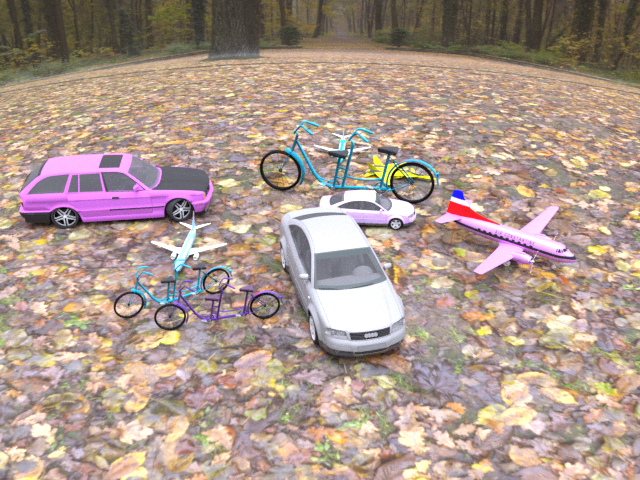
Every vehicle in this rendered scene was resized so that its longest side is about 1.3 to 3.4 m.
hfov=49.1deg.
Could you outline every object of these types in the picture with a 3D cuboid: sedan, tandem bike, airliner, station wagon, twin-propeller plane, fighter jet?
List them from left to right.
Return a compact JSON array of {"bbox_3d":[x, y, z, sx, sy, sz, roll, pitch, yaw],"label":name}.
[{"bbox_3d":[-3.371,-0.912,11.752,3.105,0.920,1.327,-4,29,-7],"label":"station wagon"},{"bbox_3d":[-1.931,0.578,9.272,1.642,0.682,0.283,-15,32,-25],"label":"tandem bike"},{"bbox_3d":[-2.016,0.029,10.540,1.161,0.429,1.307,2,29,3],"label":"airliner"},{"bbox_3d":[-1.283,0.789,8.885,1.642,0.682,0.283,-6,29,-11],"label":"tandem bike"},{"bbox_3d":[0.231,0.361,9.400,1.235,0.940,3.137,-7,29,-12],"label":"sedan"},{"bbox_3d":[0.442,-1.930,14.128,1.161,0.429,1.307,3,29,5],"label":"airliner"},{"bbox_3d":[0.471,-1.340,12.113,3.192,1.326,0.550,6,29,11],"label":"tandem bike"},{"bbox_3d":[0.776,-0.531,11.510,1.613,0.483,0.635,2,29,4],"label":"sedan"},{"bbox_3d":[1.559,-1.302,13.128,1.358,0.286,1.147,10,30,18],"label":"fighter jet"},{"bbox_3d":[2.831,-0.154,10.498,2.129,0.792,2.663,21,35,34],"label":"twin-propeller plane"}]
